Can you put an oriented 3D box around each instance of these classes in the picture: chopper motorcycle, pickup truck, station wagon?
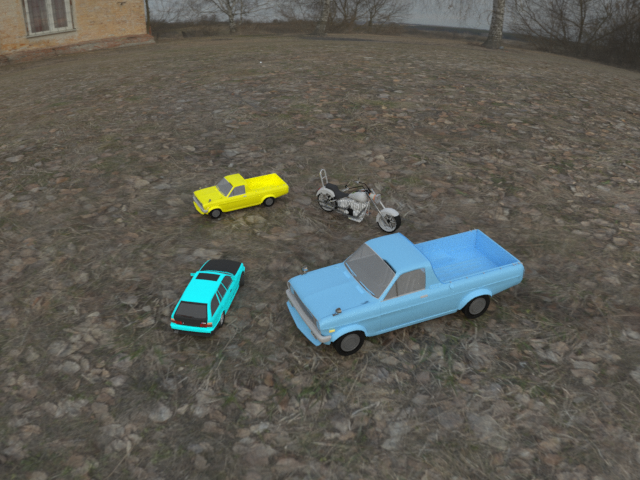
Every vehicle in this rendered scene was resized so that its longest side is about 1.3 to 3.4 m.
[{"bbox_3d":[0.613,-0.637,11.389,1.563,0.761,0.466,19,35,29],"label":"chopper motorcycle"},{"bbox_3d":[1.136,0.506,9.231,3.117,0.993,1.244,-13,33,-21],"label":"pickup truck"},{"bbox_3d":[-1.352,-0.833,11.966,1.603,0.511,0.640,-14,34,-23],"label":"pickup truck"},{"bbox_3d":[-1.484,0.671,9.462,0.682,0.473,1.597,5,31,9],"label":"station wagon"}]
